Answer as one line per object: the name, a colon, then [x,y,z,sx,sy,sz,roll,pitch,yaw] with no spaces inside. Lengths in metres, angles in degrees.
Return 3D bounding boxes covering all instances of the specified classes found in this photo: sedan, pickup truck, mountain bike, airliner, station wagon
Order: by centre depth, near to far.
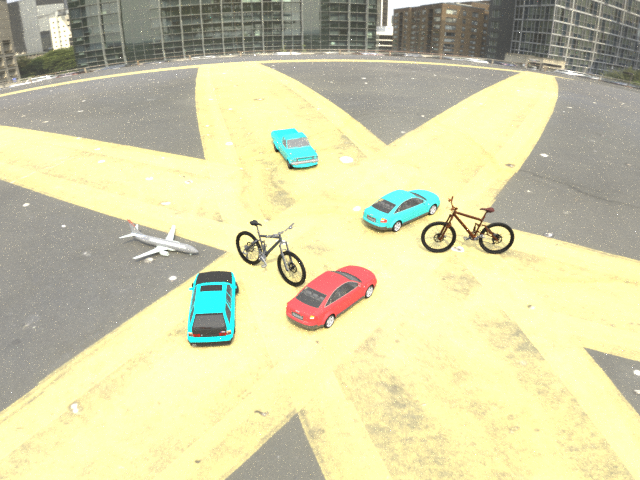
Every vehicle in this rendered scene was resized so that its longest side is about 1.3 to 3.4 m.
station wagon: [-1.475,0.835,9.631,0.682,0.473,1.597,-2,30,-4]
sedan: [0.192,0.715,9.833,0.635,0.483,1.613,22,36,33]
mountain bike: [-0.760,0.140,10.461,1.469,0.868,0.573,24,37,36]
mountain bike: [2.336,-0.172,11.014,1.469,0.868,0.573,1,29,2]
airliner: [-2.531,-0.035,11.218,1.307,0.429,1.161,11,31,19]
sedan: [1.446,-0.604,12.171,1.613,0.483,0.635,-23,37,-35]
pickup truck: [-0.543,-1.974,14.571,0.640,0.511,1.603,-10,31,-17]
